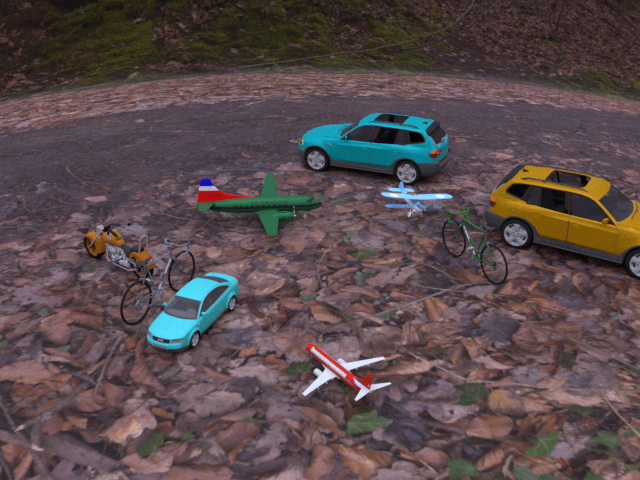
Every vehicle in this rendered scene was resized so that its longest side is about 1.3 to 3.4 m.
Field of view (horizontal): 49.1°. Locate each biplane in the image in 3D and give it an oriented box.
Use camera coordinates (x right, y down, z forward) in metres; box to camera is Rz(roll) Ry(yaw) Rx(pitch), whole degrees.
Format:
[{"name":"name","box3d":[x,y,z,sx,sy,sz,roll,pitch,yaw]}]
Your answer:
[{"name":"biplane","box3d":[1.615,-0.706,12.201,1.336,0.504,1.090,-9,28,-17]}]

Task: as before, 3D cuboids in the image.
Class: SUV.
[{"name":"SUV","box3d":[1.070,-1.954,14.011,3.058,1.128,1.276,11,28,20]},{"name":"SUV","box3d":[4.131,-0.382,10.850,3.058,1.128,1.276,16,30,29]}]

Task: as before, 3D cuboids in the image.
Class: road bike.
[{"name":"road bike","box3d":[-2.152,0.510,9.365,0.358,0.852,1.545,13,29,24]},{"name":"road bike","box3d":[2.264,0.046,10.298,0.358,0.852,1.545,-13,29,-24]}]

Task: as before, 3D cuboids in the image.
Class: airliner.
[{"name":"airliner","box3d":[0.203,1.406,8.039,1.161,0.429,1.307,-18,32,-32]}]

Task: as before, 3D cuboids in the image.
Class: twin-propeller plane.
[{"name":"twin-propeller plane","box3d":[-1.016,-0.703,11.873,2.129,0.792,2.663,-2,27,-4]}]

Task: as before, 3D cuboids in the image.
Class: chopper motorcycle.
[{"name":"chopper motorcycle","box3d":[-3.000,0.080,10.333,1.563,0.761,0.466,20,33,34]}]

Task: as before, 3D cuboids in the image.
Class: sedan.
[{"name":"sedan","box3d":[-1.624,0.865,9.066,0.635,0.483,1.613,11,28,20]}]
